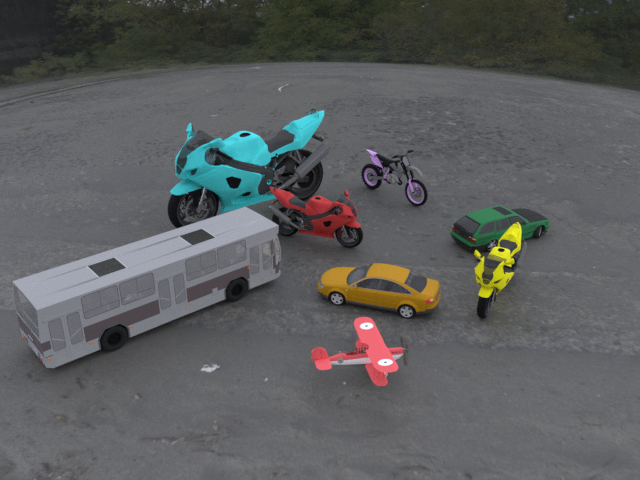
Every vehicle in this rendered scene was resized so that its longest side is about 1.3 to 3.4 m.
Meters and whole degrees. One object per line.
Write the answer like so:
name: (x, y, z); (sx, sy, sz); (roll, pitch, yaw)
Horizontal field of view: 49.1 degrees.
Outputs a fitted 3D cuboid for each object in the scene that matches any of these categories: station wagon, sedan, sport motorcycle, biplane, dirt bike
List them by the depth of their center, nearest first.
biplane: (0.443, 1.273, 7.760); (1.090, 0.504, 1.336); (-4, 28, -8)
sedan: (0.759, 0.586, 9.119); (1.613, 0.483, 0.635); (9, 29, 17)
sport motorcycle: (2.340, 0.385, 9.141); (0.506, 0.821, 1.520); (14, 30, 25)
sport motorcycle: (-0.063, -0.355, 10.579); (1.520, 0.821, 0.506); (11, 29, 20)
station wagon: (2.800, -0.248, 10.749); (1.597, 0.473, 0.682); (-14, 30, -25)
sport motorcycle: (-1.120, -1.139, 11.255); (2.955, 1.596, 0.983); (-19, 33, -32)
dirt bike: (1.278, -1.136, 12.056); (0.527, 0.857, 1.493); (-23, 35, -37)

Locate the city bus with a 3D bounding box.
city bus: (-2.020, 0.531, 8.776); (3.255, 0.894, 0.926); (-21, 34, -35)
